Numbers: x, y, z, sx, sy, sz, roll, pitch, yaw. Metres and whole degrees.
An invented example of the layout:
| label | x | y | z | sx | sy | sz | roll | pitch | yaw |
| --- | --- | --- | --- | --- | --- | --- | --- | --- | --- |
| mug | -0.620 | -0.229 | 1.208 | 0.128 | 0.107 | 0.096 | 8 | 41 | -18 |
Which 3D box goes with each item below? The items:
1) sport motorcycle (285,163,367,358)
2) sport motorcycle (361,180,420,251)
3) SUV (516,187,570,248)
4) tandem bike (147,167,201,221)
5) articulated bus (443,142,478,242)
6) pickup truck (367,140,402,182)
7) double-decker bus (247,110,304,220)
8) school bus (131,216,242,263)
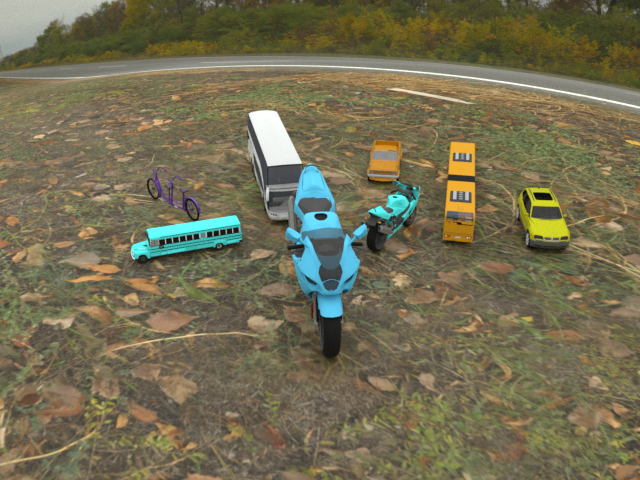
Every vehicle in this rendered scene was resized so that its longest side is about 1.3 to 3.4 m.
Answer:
| label | x | y | z | sx | sy | sz | roll | pitch | yaw |
| --- | --- | --- | --- | --- | --- | --- | --- | --- | --- |
| sport motorcycle | 0.004 | 0.188 | 9.298 | 0.983 | 1.596 | 2.955 | -3 | 28 | -5 |
| sport motorcycle | 1.175 | -0.401 | 11.225 | 0.506 | 0.821 | 1.520 | 18 | 33 | 30 |
| SUV | 3.641 | -0.388 | 11.456 | 0.656 | 0.580 | 1.572 | 2 | 28 | 4 |
| tandem bike | -2.580 | -0.838 | 12.191 | 0.283 | 0.682 | 1.642 | -25 | 37 | -38 |
| articulated bus | 2.513 | -0.944 | 12.518 | 0.605 | 0.561 | 3.401 | 5 | 29 | 10 |
| pickup truck | 1.293 | -1.627 | 13.852 | 0.640 | 0.511 | 1.603 | 4 | 28 | 7 |
| double-decker bus | -0.835 | -1.410 | 12.870 | 0.756 | 1.052 | 3.251 | -6 | 29 | -10 |
| school bus | -2.087 | -0.023 | 10.927 | 1.708 | 0.434 | 0.365 | -10 | 30 | -18 |
